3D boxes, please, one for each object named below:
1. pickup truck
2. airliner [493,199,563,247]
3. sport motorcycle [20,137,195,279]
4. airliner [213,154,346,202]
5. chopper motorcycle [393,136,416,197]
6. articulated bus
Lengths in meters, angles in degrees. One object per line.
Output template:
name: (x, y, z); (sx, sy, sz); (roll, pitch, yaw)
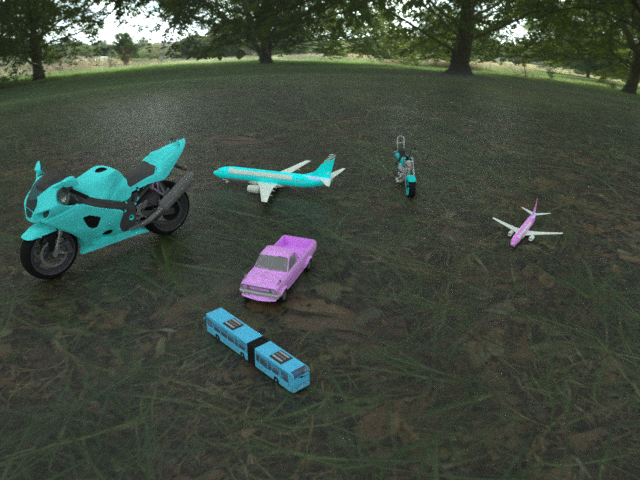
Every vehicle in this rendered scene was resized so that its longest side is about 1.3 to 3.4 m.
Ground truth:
pickup truck: (-0.571, 0.342, 10.067); (0.640, 0.511, 1.603); (9, 27, 18)
airliner: (3.345, -0.272, 11.416); (1.161, 0.429, 1.307); (15, 30, 28)
sport motorcycle: (-3.180, -0.524, 10.602); (0.983, 1.596, 2.955); (22, 33, 37)
airliner: (-0.873, -1.339, 13.138); (2.541, 0.835, 2.257); (9, 27, 17)
chopper motorcycle: (1.637, -1.418, 13.384); (0.466, 0.761, 1.563); (-2, 26, -3)
articulated bus: (-0.786, 1.287, 8.385); (0.311, 0.289, 1.749); (-22, 33, -37)
